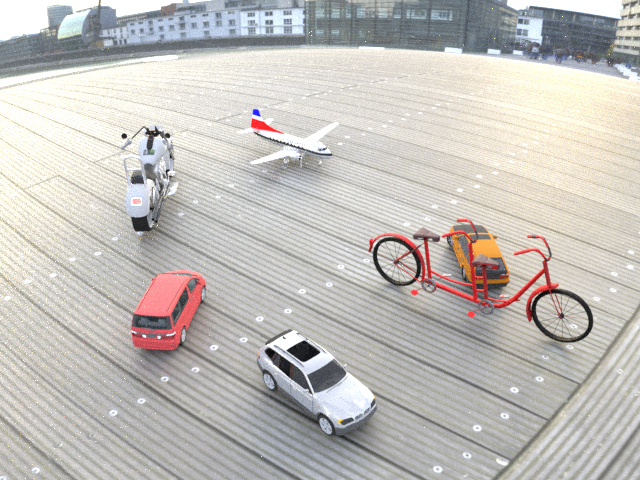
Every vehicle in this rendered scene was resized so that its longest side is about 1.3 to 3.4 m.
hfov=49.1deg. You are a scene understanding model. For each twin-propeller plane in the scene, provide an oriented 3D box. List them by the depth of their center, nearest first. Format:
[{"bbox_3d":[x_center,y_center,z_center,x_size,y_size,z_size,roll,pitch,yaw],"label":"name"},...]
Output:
[{"bbox_3d":[-0.600,-2.060,14.018,2.129,0.792,2.663,21,36,32],"label":"twin-propeller plane"}]

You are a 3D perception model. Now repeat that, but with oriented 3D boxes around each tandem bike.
[{"bbox_3d":[2.033,0.384,9.251,3.192,1.326,0.550,19,35,29],"label":"tandem bike"}]

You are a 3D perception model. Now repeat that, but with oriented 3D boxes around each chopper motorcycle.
[{"bbox_3d":[-2.881,-1.312,12.034,0.906,1.480,3.040,-1,30,-2],"label":"chopper motorcycle"}]

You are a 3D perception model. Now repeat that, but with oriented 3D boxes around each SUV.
[{"bbox_3d":[-0.060,1.566,7.950,0.656,0.580,1.572,-25,38,-36],"label":"SUV"}]

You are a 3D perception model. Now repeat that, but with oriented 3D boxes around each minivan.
[{"bbox_3d":[-1.968,0.807,9.228,0.681,0.616,1.548,4,30,6],"label":"minivan"}]

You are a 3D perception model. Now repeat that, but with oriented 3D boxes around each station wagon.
[{"bbox_3d":[2.373,0.137,10.531,0.682,0.473,1.597,-1,30,-2],"label":"station wagon"}]
